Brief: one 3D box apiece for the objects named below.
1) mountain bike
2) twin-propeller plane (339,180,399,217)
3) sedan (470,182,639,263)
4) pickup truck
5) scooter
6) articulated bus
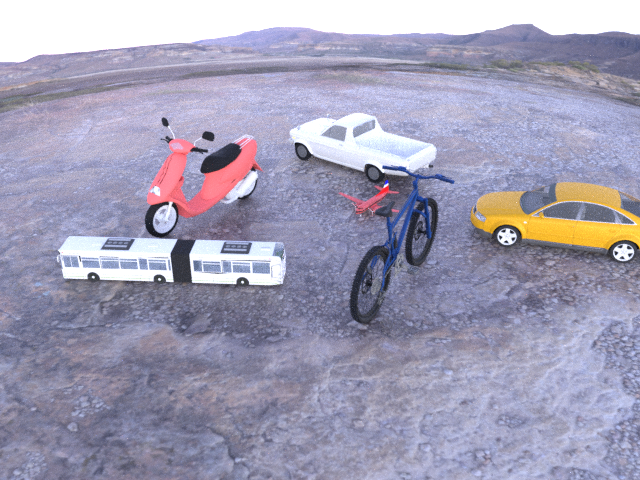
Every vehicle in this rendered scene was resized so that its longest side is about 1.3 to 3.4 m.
[{"bbox_3d":[1.150,-0.021,10.067,1.114,1.688,2.857,15,32,26],"label":"mountain bike"},{"bbox_3d":[0.964,-0.749,12.749,1.370,0.407,1.095,20,34,32],"label":"twin-propeller plane"},{"bbox_3d":[4.103,-0.422,11.589,3.137,0.940,1.235,8,30,14],"label":"sedan"},{"bbox_3d":[0.825,-2.018,14.470,3.117,0.993,1.244,21,35,34],"label":"pickup truck"},{"bbox_3d":[-2.012,-1.240,12.208,1.288,1.786,2.721,21,35,34],"label":"scooter"},{"bbox_3d":[-2.239,0.312,10.635,3.401,0.561,0.605,2,29,3],"label":"articulated bus"}]
